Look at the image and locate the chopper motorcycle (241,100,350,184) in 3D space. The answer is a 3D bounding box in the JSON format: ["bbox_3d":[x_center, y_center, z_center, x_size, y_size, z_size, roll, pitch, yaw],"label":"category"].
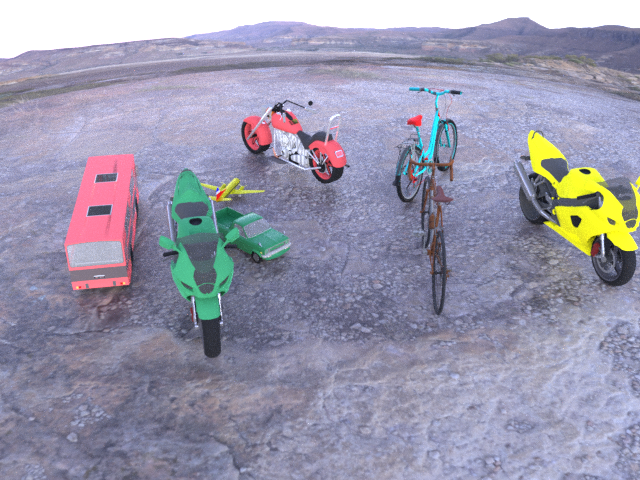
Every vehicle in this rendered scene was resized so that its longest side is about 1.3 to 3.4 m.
[{"bbox_3d":[-0.596,-2.118,13.896,0.906,1.480,3.040,-23,37,-35],"label":"chopper motorcycle"}]

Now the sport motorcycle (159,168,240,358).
[{"bbox_3d":[-1.651,0.239,9.547,0.983,1.596,2.955,-7,30,-12],"label":"sport motorcycle"}]

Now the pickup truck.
[{"bbox_3d":[-1.208,-0.158,11.375,1.603,0.511,0.640,25,38,37],"label":"pickup truck"}]

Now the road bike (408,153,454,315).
[{"bbox_3d":[1.669,-0.214,10.298,0.696,1.656,3.004,1,29,2],"label":"road bike"}]

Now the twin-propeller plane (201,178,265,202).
[{"bbox_3d":[-1.701,-0.968,12.934,1.370,0.407,1.095,8,30,14],"label":"twin-propeller plane"}]

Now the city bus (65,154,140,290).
[{"bbox_3d":[-3.443,-0.358,11.339,0.926,0.894,3.255,-5,30,-9],"label":"city bus"}]

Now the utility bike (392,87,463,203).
[{"bbox_3d":[1.949,-1.883,13.106,1.039,1.839,2.791,17,33,28],"label":"utility bike"}]

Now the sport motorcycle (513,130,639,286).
[{"bbox_3d":[4.008,-0.560,10.980,0.983,1.596,2.955,-8,30,-14],"label":"sport motorcycle"}]
